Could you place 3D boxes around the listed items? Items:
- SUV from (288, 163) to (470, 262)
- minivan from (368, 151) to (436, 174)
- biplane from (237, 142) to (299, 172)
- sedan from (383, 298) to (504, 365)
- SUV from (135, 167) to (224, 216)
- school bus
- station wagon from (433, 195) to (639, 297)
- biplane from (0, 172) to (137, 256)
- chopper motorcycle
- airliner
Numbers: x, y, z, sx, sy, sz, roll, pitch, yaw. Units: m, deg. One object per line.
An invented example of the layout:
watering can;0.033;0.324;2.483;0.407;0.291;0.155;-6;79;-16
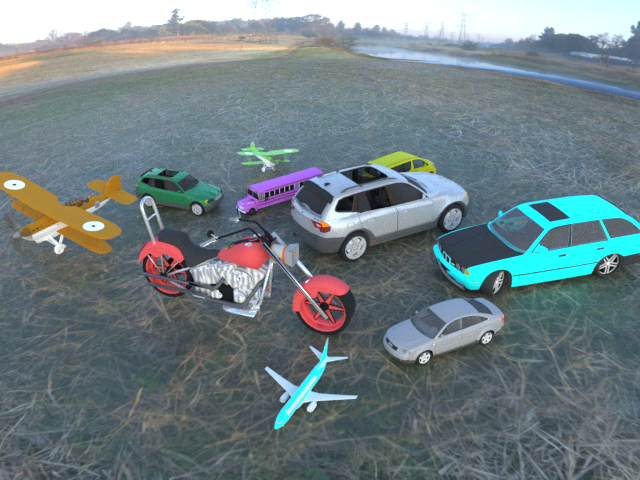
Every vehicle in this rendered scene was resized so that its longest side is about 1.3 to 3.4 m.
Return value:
SUV;0.991;-0.620;11.185;3.058;1.128;1.276;-16;32;-27
minivan;1.502;-1.291;12.978;1.548;0.616;0.681;-23;36;-36
biplane;-1.088;-1.649;13.765;1.336;0.504;1.090;-18;33;-29
sedan;1.546;1.069;8.715;1.613;0.483;0.635;-13;31;-23
SUV;-2.467;-0.886;12.260;1.572;0.580;0.656;10;30;18
school bus;-0.698;-0.868;12.381;1.708;0.434;0.365;-20;34;-32
station wagon;3.225;-0.011;10.268;3.105;0.920;1.327;-8;29;-15
biplane;-3.872;-0.429;10.983;2.598;0.981;2.120;16;32;28
chopper motorcycle;-1.013;0.322;9.054;3.040;1.480;0.906;10;30;18
airliner;-0.179;1.593;7.795;1.161;0.429;1.307;13;31;23
